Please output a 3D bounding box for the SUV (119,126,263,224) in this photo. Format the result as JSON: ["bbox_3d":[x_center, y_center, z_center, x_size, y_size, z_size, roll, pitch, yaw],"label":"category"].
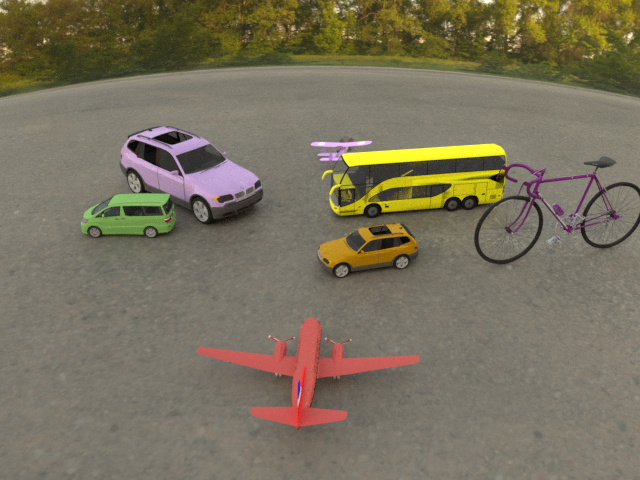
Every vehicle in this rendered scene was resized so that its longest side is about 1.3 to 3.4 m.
[{"bbox_3d":[-2.419,-1.292,12.863,3.058,1.128,1.276,22,35,35],"label":"SUV"}]

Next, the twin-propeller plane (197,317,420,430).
[{"bbox_3d":[-0.162,1.403,8.163,2.663,0.792,2.129,2,28,3],"label":"twin-propeller plane"}]

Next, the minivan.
[{"bbox_3d":[-3.245,-0.435,11.801,1.548,0.616,0.681,0,28,0],"label":"minivan"}]

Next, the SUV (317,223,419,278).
[{"bbox_3d":[0.737,0.119,10.798,1.572,0.580,0.656,-7,29,-14],"label":"SUV"}]

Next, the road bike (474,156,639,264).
[{"bbox_3d":[3.770,-0.483,10.785,3.004,1.656,0.697,-8,29,-14],"label":"road bike"}]

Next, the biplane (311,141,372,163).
[{"bbox_3d":[0.375,-1.816,14.510,1.336,0.504,1.090,11,30,19],"label":"biplane"}]

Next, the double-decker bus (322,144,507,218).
[{"bbox_3d":[1.698,-1.069,12.525,3.251,1.052,0.756,-5,28,-9],"label":"double-decker bus"}]
